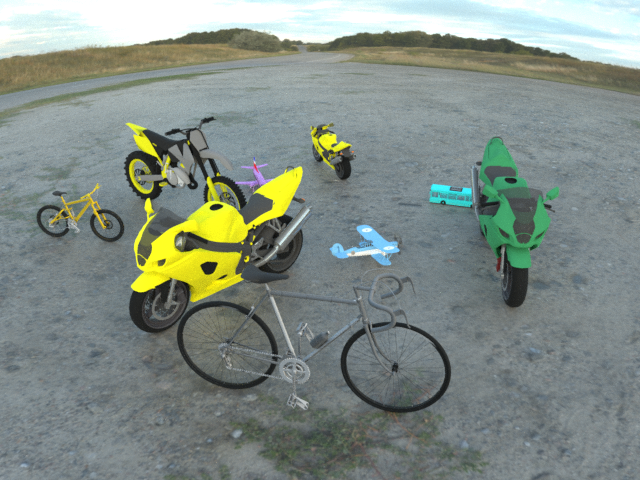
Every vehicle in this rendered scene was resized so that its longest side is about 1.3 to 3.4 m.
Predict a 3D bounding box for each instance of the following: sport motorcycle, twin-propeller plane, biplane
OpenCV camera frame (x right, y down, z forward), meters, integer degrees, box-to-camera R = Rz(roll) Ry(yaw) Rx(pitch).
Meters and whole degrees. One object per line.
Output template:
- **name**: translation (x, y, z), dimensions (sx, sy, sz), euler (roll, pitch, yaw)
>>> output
- **sport motorcycle**: translation (2.667, -0.340, 10.098), dimensions (0.983, 1.596, 2.955), euler (2, 28, 4)
- **sport motorcycle**: translation (0.215, -1.747, 13.645), dimensions (0.506, 0.821, 1.520), euler (-13, 30, -23)
- **twin-propeller plane**: translation (-1.128, -1.203, 13.049), dimensions (1.370, 0.407, 1.095), euler (-8, 28, -14)
- **sport motorcycle**: translation (-1.284, 0.078, 9.294), dimensions (0.983, 1.596, 2.955), euler (23, 36, 37)
- **biplane**: translation (0.688, 0.127, 10.384), dimensions (1.090, 0.504, 1.336), euler (-8, 29, -15)

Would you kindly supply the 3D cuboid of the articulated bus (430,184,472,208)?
- **articulated bus**: translation (2.786, -0.717, 12.242), dimensions (1.749, 0.289, 0.311), euler (8, 29, 16)

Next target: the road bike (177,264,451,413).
- **road bike**: translation (-0.118, 1.036, 7.385), dimensions (3.004, 1.656, 0.697), euler (6, 28, 11)

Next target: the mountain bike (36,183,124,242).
- **mountain bike**: translation (-3.795, -0.398, 11.000), dimensions (1.469, 0.868, 0.573), euler (5, 28, 9)

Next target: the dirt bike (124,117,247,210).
- **dirt bike**: translation (-2.315, -1.203, 11.682), dimensions (2.903, 1.666, 1.024), euler (19, 33, 32)
